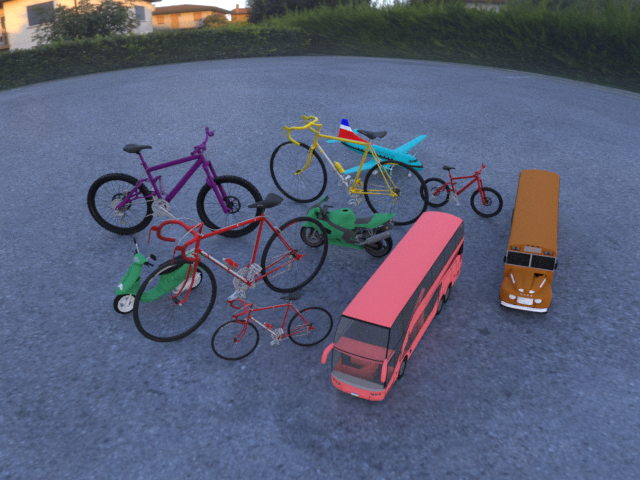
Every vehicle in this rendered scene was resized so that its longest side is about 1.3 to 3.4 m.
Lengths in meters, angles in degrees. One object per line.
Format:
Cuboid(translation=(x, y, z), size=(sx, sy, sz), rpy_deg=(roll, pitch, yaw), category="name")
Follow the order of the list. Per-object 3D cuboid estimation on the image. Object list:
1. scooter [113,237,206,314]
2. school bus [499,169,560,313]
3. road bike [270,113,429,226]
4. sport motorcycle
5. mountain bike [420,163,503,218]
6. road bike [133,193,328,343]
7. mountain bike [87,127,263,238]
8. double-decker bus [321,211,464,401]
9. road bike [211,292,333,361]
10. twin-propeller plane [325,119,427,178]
Cuboid(translation=(-2.208, 0.437, 9.597), size=(1.399, 0.919, 0.662), rpy_deg=(-20, 35, -32), category="scooter")
Cuboid(translation=(3.212, -0.064, 10.586), size=(0.709, 0.844, 3.322), rpy_deg=(9, 30, 15), category="school bus")
Cuboid(translation=(0.428, -1.192, 11.795), size=(3.004, 1.656, 0.696), rpy_deg=(14, 32, 24), category="road bike")
Cuboid(translation=(0.416, -0.179, 10.818), size=(1.520, 0.821, 0.506), rpy_deg=(8, 30, 15), category="sport motorcycle")
Cuboid(translation=(2.426, -0.870, 12.027), size=(1.469, 0.868, 0.573), rpy_deg=(13, 31, 23), category="mountain bike")
Cuboid(translation=(-1.069, 0.272, 9.132), size=(3.004, 1.656, 0.696), rpy_deg=(-21, 35, -33), category="road bike")
Cuboid(translation=(-2.318, -0.811, 11.068), size=(2.857, 1.688, 1.114), rpy_deg=(1, 29, 3), category="mountain bike")
Cuboid(translation=(1.065, 0.746, 8.898), size=(0.756, 1.052, 3.251), rpy_deg=(13, 32, 23), category="double-decker bus")
Cuboid(translation=(-0.574, 1.042, 8.567), size=(1.545, 0.852, 0.358), rpy_deg=(-8, 30, -15), category="road bike")
Cuboid(translation=(1.168, -1.817, 13.828), size=(2.129, 0.792, 2.663), rpy_deg=(23, 36, 36), category="twin-propeller plane")
